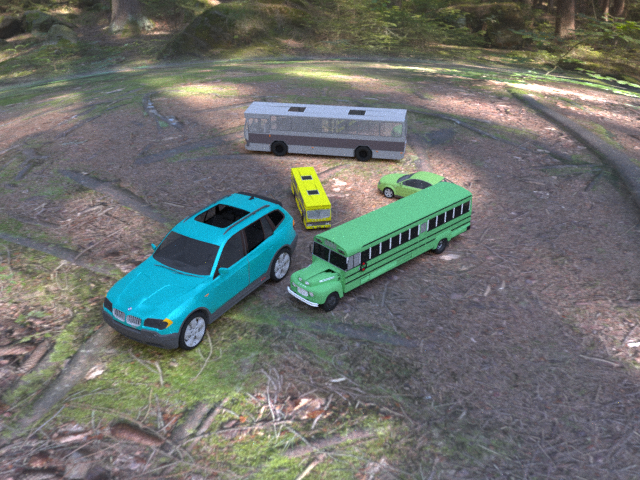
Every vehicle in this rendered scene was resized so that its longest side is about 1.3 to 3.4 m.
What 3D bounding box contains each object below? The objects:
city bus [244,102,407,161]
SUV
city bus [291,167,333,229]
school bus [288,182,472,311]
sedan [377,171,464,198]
[{"bbox_3d":[0.123,-2.202,14.277,3.255,0.894,0.926,5,28,9],"label":"city bus"},{"bbox_3d":[-1.504,0.287,9.343,1.276,1.128,3.058,16,32,27],"label":"SUV"},{"bbox_3d":[-0.172,-0.727,11.963,0.476,0.460,1.674,-5,28,-9],"label":"city bus"},{"bbox_3d":[0.939,0.021,10.146,3.322,0.844,0.709,-24,36,-37],"label":"school bus"},{"bbox_3d":[1.768,-0.941,12.342,1.613,0.483,0.635,18,33,30],"label":"sedan"}]
